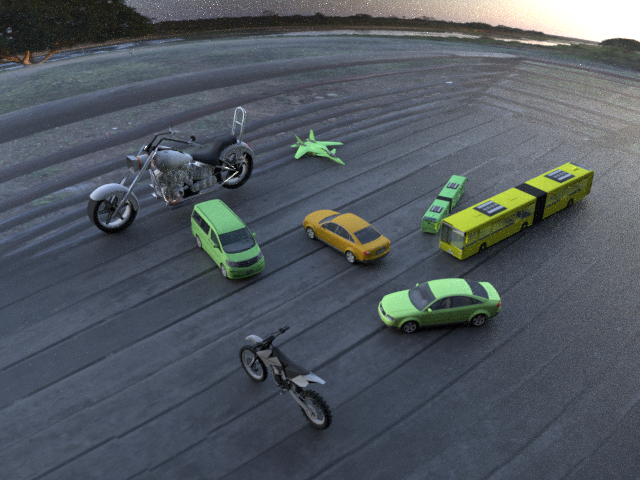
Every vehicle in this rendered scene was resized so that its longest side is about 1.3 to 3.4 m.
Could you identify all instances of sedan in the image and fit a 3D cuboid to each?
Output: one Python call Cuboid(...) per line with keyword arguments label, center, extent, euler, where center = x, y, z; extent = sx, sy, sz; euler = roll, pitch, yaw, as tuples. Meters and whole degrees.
Cuboid(label="sedan", center=(0.381, -0.138, 10.759), extent=(0.635, 0.483, 1.613), euler=(-24, 39, -34))
Cuboid(label="sedan", center=(1.569, 0.811, 9.187), extent=(1.613, 0.483, 0.635), euler=(-5, 31, -8))

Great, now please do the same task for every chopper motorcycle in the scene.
Cuboid(label="chopper motorcycle", center=(-2.394, -1.179, 11.519), extent=(3.040, 1.480, 0.906), euler=(-23, 38, -33))

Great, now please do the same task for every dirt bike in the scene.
Cuboid(label="dirt bike", center=(-0.419, 1.471, 7.732), extent=(0.527, 0.857, 1.493), euler=(-27, 40, -37))

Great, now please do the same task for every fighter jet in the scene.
Cuboid(label="fighter jet", center=(0.053, -1.777, 13.663), extent=(1.147, 0.286, 1.358), euler=(-22, 37, -32))

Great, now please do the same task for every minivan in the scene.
Cuboid(label="minivan", center=(-1.393, -0.026, 10.445), extent=(0.681, 0.616, 1.548), euler=(-17, 35, -26))

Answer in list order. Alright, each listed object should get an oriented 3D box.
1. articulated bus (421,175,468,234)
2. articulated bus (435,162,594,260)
Cuboid(label="articulated bus", center=(2.099, -0.621, 11.746), extent=(0.311, 0.289, 1.749), euler=(14, 34, 22))
Cuboid(label="articulated bus", center=(3.242, -0.532, 11.336), extent=(3.401, 0.561, 0.605), euler=(-23, 38, -33))
